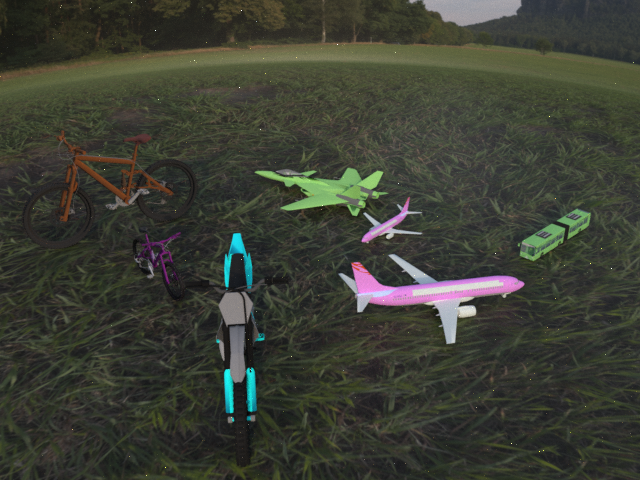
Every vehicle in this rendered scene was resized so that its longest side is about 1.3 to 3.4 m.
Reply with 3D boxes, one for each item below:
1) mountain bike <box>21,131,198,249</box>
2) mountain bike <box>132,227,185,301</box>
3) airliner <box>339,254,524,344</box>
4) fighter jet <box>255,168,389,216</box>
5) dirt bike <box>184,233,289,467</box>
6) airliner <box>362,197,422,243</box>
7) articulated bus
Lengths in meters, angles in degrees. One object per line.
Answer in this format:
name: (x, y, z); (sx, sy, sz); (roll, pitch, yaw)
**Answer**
mountain bike: (-3.288, -0.865, 11.088); (2.857, 1.688, 1.114); (-17, 32, -30)
mountain bike: (-2.297, 0.267, 9.808); (0.573, 0.868, 1.469); (-21, 34, -34)
airliner: (1.593, 0.533, 9.336); (2.541, 0.835, 2.257); (-6, 28, -12)
fighter jet: (-0.163, -1.128, 12.809); (2.640, 0.557, 2.229); (17, 32, 29)
dirt bike: (-0.858, 0.974, 7.597); (1.024, 1.666, 2.903); (-3, 28, -5)
airliner: (1.090, -0.313, 11.390); (1.161, 0.429, 1.307); (22, 35, 36)
articulated bus: (3.755, -0.099, 11.133); (1.749, 0.289, 0.311); (-24, 36, -38)
